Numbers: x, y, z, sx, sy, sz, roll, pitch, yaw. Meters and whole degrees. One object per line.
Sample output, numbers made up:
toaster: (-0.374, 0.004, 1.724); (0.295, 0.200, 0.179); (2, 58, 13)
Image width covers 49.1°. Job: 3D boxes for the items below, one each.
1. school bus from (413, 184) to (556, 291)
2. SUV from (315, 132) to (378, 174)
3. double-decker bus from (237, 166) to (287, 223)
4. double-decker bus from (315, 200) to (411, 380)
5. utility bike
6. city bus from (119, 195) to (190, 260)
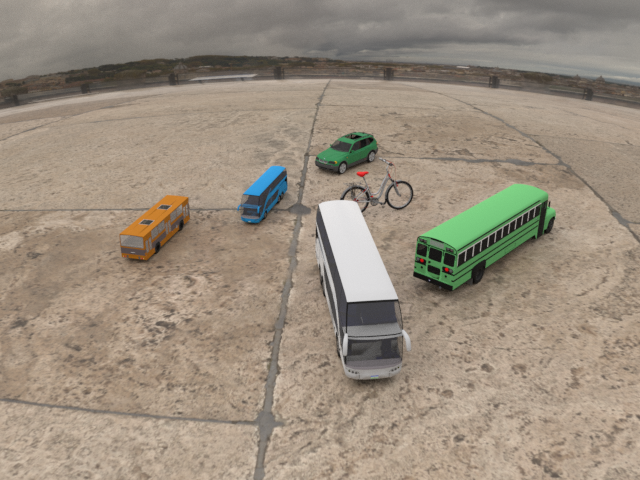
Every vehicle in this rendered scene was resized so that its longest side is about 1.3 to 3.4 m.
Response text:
school bus: (2.678, -0.148, 10.795); (0.709, 0.844, 3.322); (21, 33, 37)
SUV: (0.572, -1.861, 14.693); (0.656, 0.580, 1.572); (21, 32, 37)
double-decker bus: (-0.993, -0.816, 12.549); (0.389, 0.541, 1.672); (7, 26, 14)
double-decker bus: (0.437, 0.550, 9.092); (0.756, 1.052, 3.251); (-3, 26, -6)
utility bike: (0.977, -0.948, 12.355); (1.435, 0.946, 0.535); (-8, 27, -16)
city bus: (-2.641, -0.206, 11.364); (0.476, 0.460, 1.674); (6, 26, 13)
